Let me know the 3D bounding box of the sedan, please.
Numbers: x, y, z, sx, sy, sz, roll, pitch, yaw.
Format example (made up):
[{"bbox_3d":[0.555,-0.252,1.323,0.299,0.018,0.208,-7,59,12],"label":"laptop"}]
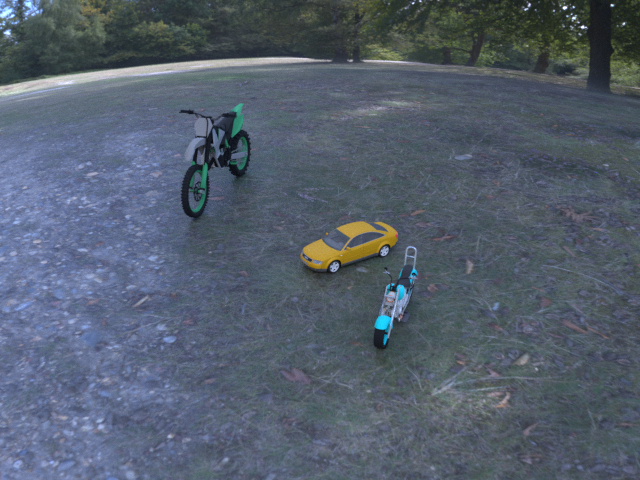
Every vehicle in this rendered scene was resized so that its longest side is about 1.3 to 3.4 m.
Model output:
[{"bbox_3d":[0.450,0.046,10.659,1.613,0.483,0.635,-16,31,-29],"label":"sedan"}]

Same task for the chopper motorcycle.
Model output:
[{"bbox_3d":[0.983,0.721,9.026,0.466,0.761,1.563,10,29,19],"label":"chopper motorcycle"}]

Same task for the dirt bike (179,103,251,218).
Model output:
[{"bbox_3d":[-1.825,-1.589,12.568,1.024,1.666,2.903,7,28,14],"label":"dirt bike"}]
